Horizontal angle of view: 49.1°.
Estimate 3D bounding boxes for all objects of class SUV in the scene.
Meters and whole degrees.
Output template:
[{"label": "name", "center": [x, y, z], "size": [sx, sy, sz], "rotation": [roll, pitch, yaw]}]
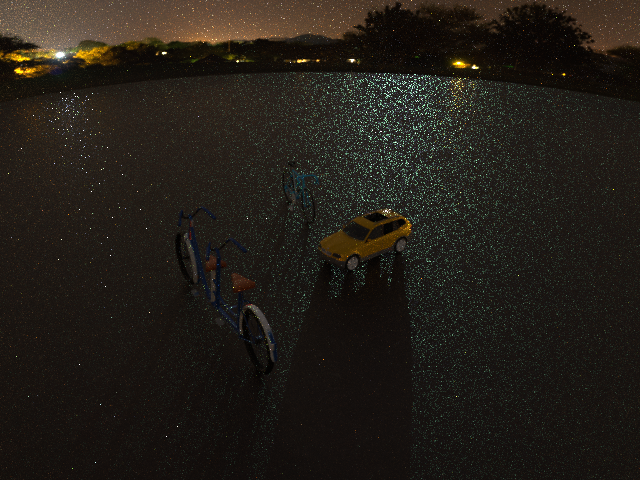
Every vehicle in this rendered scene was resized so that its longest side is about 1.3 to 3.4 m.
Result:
[{"label": "SUV", "center": [0.698, -0.050, 10.649], "size": [1.572, 0.580, 0.656], "rotation": [-19, 32, -33]}]

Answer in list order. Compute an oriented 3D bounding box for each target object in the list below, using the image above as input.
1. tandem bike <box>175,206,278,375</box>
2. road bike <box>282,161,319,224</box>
[{"label": "tandem bike", "center": [-1.276, 0.474, 8.742], "size": [0.550, 1.326, 3.192], "rotation": [-14, 30, -26]}, {"label": "road bike", "center": [-0.380, -0.875, 12.015], "size": [0.358, 0.852, 1.545], "rotation": [-10, 28, -20]}]
